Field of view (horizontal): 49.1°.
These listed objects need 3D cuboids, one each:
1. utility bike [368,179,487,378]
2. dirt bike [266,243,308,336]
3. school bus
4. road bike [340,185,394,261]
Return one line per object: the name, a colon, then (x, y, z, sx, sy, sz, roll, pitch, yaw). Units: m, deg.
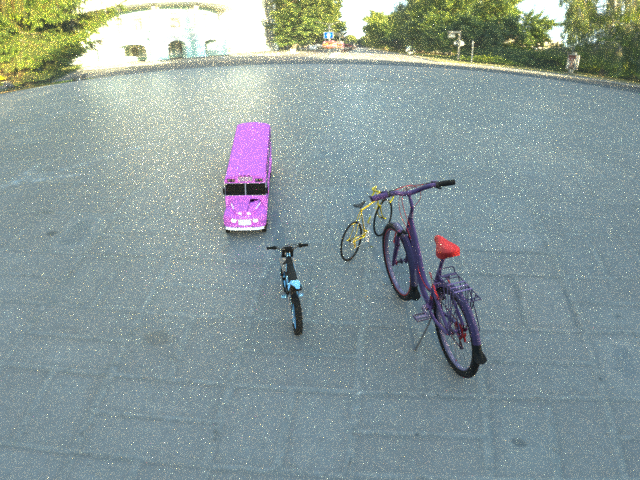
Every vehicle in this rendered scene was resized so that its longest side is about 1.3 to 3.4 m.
utility bike: (1.167, 0.326, 8.130, 1.039, 1.839, 2.791, -8, 28, -15)
dirt bike: (-0.379, 0.518, 8.833, 0.527, 0.857, 1.493, -5, 27, -9)
school bus: (-1.212, -1.137, 12.091, 0.709, 0.844, 3.322, -1, 27, -2)
road bike: (0.712, -0.274, 10.393, 0.358, 0.852, 1.545, 17, 31, 29)
